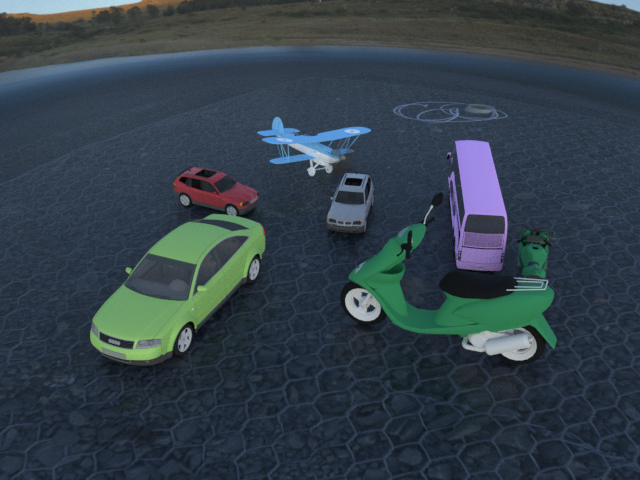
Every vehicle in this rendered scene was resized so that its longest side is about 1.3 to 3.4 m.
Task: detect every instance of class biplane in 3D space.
[{"bbox_3d":[-0.223,-1.845,13.469,2.598,0.981,2.120,-24,37,-36],"label":"biplane"}]

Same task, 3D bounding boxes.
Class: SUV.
[{"bbox_3d":[-1.801,-0.865,12.130,1.572,0.580,0.656,14,32,23],"label":"SUV"},{"bbox_3d":[0.529,-0.650,11.746,0.656,0.580,1.572,5,30,9],"label":"SUV"}]

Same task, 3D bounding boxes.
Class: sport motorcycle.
[{"bbox_3d":[2.921,0.390,9.644,0.506,0.821,1.520,7,30,13],"label":"sport motorcycle"}]

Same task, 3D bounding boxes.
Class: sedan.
[{"bbox_3d":[-1.811,0.470,9.379,1.235,0.940,3.137,12,31,20],"label":"sedan"}]

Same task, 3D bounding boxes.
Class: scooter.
[{"bbox_3d":[1.512,0.521,8.422,2.721,1.786,1.288,12,32,21],"label":"scooter"}]

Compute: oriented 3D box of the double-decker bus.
[{"bbox_3d":[2.492,-0.679,11.315,0.756,1.052,3.251,3,29,6],"label":"double-decker bus"}]
